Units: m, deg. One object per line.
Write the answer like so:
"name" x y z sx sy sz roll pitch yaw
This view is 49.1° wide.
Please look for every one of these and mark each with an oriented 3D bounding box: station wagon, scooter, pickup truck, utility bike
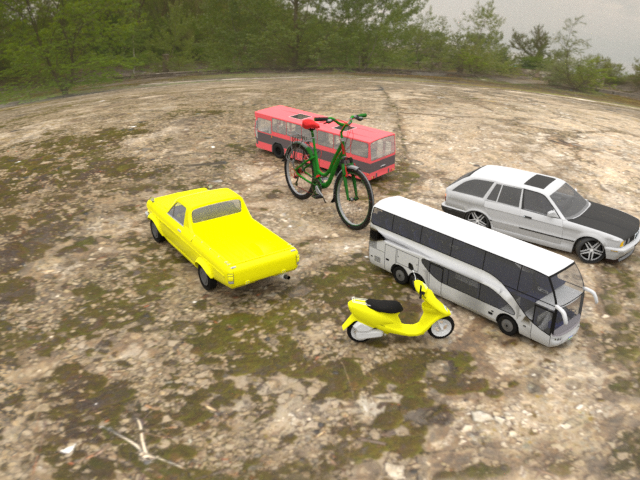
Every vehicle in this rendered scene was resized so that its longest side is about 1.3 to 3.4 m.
"station wagon" 3.576 -0.517 11.349 3.105 0.920 1.327 18 31 33
"scooter" 0.973 0.830 8.517 1.399 0.919 0.662 -2 25 -4
"pickup truck" -1.568 -0.167 10.529 1.244 0.993 3.117 -16 30 -30
"utility bike" 0.156 -1.365 12.064 1.039 1.839 2.791 -16 30 -30

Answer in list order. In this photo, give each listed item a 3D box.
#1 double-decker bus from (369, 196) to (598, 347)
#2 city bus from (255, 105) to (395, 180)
"double-decker bus" 2.009 0.359 9.353 0.756 1.052 3.251 -21 33 -37
"city bus" 0.030 -2.018 14.538 3.255 0.894 0.926 22 33 38
